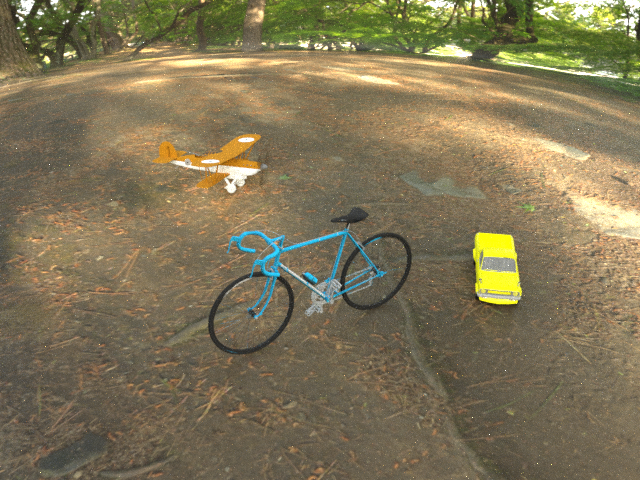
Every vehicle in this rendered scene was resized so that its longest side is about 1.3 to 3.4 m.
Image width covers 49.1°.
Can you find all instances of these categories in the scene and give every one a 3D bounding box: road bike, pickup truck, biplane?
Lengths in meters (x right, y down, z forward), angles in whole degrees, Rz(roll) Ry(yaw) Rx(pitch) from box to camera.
[{"bbox_3d":[-0.032,0.448,8.824,3.004,1.656,0.697,-17,34,-27],"label":"road bike"},{"bbox_3d":[2.564,0.342,10.169,0.640,0.511,1.603,5,30,8],"label":"pickup truck"},{"bbox_3d":[-1.949,-1.429,12.805,2.120,0.981,2.598,8,30,13],"label":"biplane"}]
